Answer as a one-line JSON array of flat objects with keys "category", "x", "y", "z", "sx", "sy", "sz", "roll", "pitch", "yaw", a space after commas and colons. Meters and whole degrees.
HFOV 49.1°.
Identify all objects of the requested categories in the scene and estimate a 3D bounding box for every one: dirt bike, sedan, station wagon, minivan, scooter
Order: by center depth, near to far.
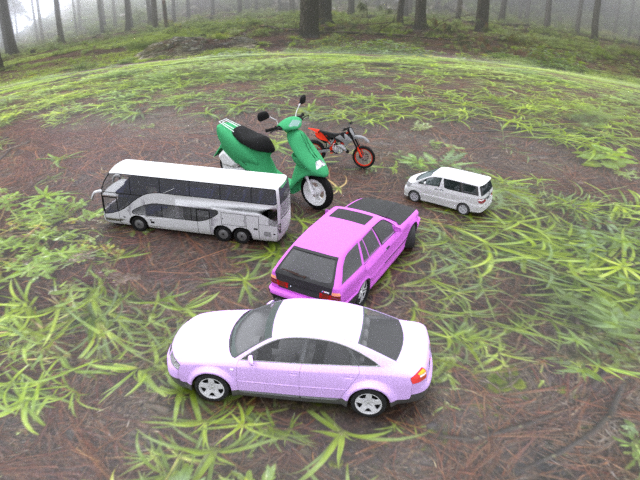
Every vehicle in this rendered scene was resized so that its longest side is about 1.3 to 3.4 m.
[{"category": "sedan", "x": -0.253, "y": 1.245, "z": 8.215, "sx": 3.137, "sy": 0.940, "sz": 1.235, "roll": 4, "pitch": 30, "yaw": 7}, {"category": "station wagon", "x": 0.488, "y": 0.015, "z": 10.425, "sx": 1.327, "sy": 0.920, "sz": 3.105, "roll": 15, "pitch": 33, "yaw": 25}, {"category": "minivan", "x": 2.266, "y": -0.939, "z": 12.435, "sx": 1.548, "sy": 0.616, "sz": 0.681, "roll": 18, "pitch": 34, "yaw": 28}, {"category": "scooter", "x": -0.881, "y": -1.634, "z": 12.478, "sx": 2.721, "sy": 1.786, "sz": 1.288, "roll": 20, "pitch": 35, "yaw": 31}, {"category": "dirt bike", "x": 0.383, "y": -1.887, "z": 13.877, "sx": 1.493, "sy": 0.857, "sz": 0.527, "roll": 10, "pitch": 31, "yaw": 17}]

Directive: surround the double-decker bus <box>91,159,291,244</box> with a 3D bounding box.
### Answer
[{"category": "double-decker bus", "x": -2.097, "y": -0.658, "z": 11.491, "sx": 3.251, "sy": 1.052, "sz": 0.756, "roll": 7, "pitch": 30, "yaw": 12}]
